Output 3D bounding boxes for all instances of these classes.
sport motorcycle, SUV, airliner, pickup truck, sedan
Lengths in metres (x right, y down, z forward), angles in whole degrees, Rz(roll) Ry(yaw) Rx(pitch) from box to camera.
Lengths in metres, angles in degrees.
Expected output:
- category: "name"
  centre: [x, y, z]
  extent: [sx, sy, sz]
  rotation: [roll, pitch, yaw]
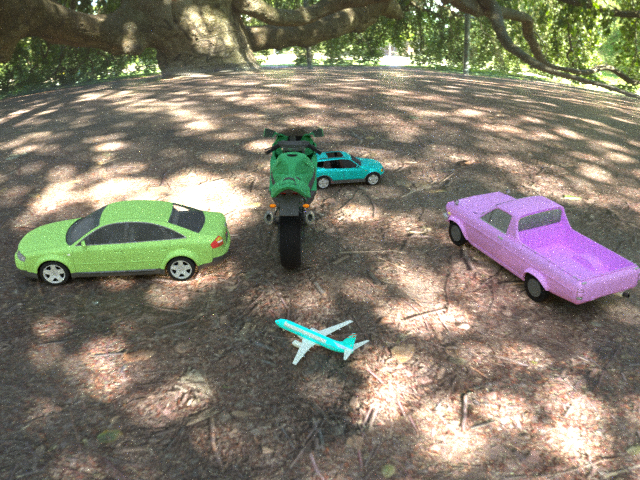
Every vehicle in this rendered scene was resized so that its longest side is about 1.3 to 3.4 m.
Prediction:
- category: "sport motorcycle"
  centre: [-0.431, -0.767, 11.107]
  extent: [0.983, 1.596, 2.955]
  rotation: [0, 27, 0]
- category: "SUV"
  centre: [0.456, -1.393, 13.459]
  extent: [1.572, 0.580, 0.656]
  rotation: [-5, 27, -10]
- category: "airliner"
  centre: [-0.066, 1.125, 8.675]
  extent: [1.307, 0.429, 1.161]
  rotation: [19, 33, 33]
- category: "pickup truck"
  centre: [3.140, -0.034, 10.334]
  extent: [1.244, 0.993, 3.117]
  rotation: [-12, 29, -22]
- category: "sedan"
  centre: [-2.917, -0.041, 10.405]
  extent: [3.137, 0.940, 1.235]
  rotation: [-2, 27, -4]
